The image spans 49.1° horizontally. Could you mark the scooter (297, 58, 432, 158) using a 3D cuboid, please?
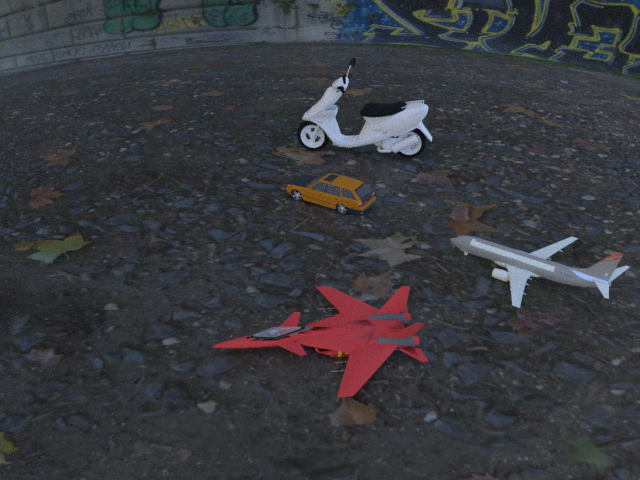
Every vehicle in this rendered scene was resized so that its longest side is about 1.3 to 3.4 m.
[{"bbox_3d":[0.869,-2.512,13.751,2.721,1.786,1.288,5,31,9],"label":"scooter"}]

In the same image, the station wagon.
[{"bbox_3d":[0.168,-0.893,12.313,1.597,0.473,0.682,17,35,27],"label":"station wagon"}]

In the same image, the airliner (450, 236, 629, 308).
[{"bbox_3d":[3.056,0.178,10.159,2.541,0.835,2.257,21,37,31],"label":"airliner"}]

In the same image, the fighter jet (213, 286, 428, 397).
[{"bbox_3d":[-0.041,1.118,8.852,2.640,0.557,2.229,-3,31,-6],"label":"fighter jet"}]
